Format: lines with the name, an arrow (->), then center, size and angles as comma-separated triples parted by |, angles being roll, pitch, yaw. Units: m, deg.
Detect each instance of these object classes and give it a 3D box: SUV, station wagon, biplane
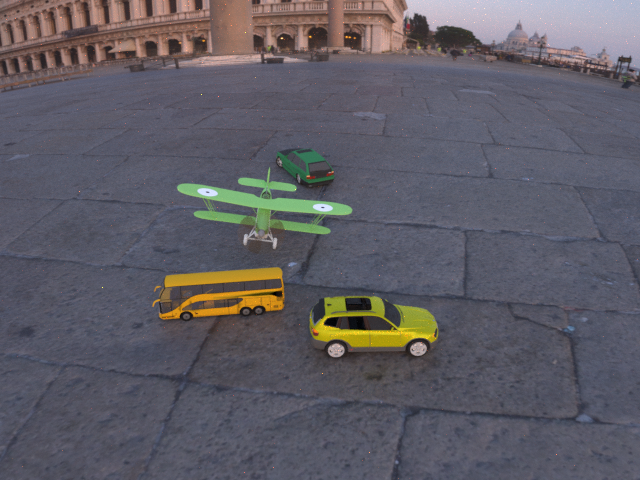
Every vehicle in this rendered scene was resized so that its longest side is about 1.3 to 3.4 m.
SUV -> 0.636, 0.999, 8.395 | 1.572, 0.580, 0.656 | -1, 27, -1
station wagon -> -0.309, -1.483, 13.320 | 0.682, 0.473, 1.597 | -12, 30, -22
biplane -> -0.816, -0.511, 10.884 | 2.598, 0.981, 2.120 | 0, 27, -1

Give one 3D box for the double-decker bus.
double-decker bus -> -1.296, 0.695, 9.027 | 1.672, 0.541, 0.389 | -4, 28, -7
